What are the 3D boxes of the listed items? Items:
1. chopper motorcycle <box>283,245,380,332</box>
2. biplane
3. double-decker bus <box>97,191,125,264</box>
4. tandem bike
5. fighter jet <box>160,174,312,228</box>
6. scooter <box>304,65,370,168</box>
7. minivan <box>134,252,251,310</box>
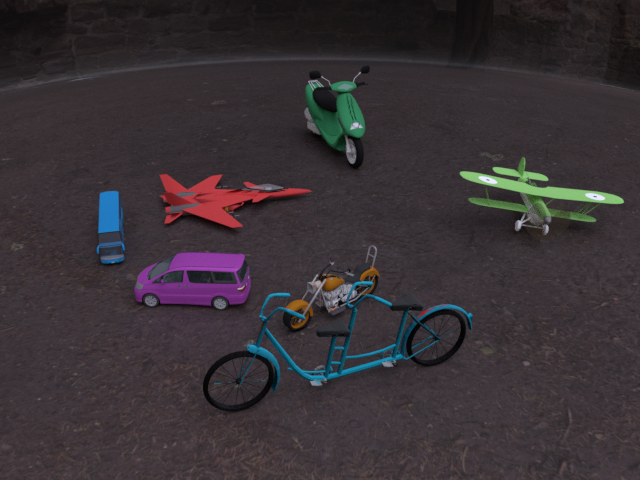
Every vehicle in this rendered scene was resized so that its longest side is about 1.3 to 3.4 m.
[{"bbox_3d":[0.171,0.620,9.105,1.563,0.761,0.466,-21,34,-34],"label":"chopper motorcycle"},{"bbox_3d":[3.496,-0.728,11.420,2.598,0.981,2.120,1,28,1],"label":"biplane"},{"bbox_3d":[-3.247,-0.198,10.888,0.389,0.541,1.672,-7,29,-13],"label":"double-decker bus"},{"bbox_3d":[0.282,1.072,7.645,3.192,1.326,0.550,-10,29,-17],"label":"tandem bike"},{"bbox_3d":[-1.418,-0.857,12.115,2.640,0.557,2.229,-7,29,-14],"label":"fighter jet"},{"bbox_3d":[0.275,-2.676,14.242,1.288,1.786,2.721,-11,30,-20],"label":"scooter"},{"bbox_3d":[-1.732,0.519,9.451,1.548,0.616,0.681,2,28,4],"label":"minivan"}]
